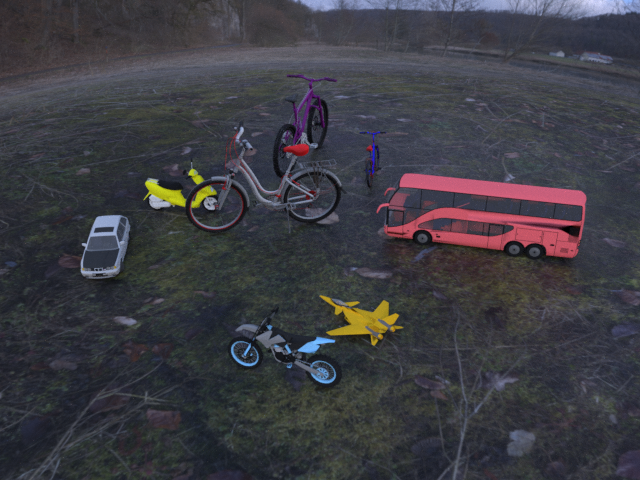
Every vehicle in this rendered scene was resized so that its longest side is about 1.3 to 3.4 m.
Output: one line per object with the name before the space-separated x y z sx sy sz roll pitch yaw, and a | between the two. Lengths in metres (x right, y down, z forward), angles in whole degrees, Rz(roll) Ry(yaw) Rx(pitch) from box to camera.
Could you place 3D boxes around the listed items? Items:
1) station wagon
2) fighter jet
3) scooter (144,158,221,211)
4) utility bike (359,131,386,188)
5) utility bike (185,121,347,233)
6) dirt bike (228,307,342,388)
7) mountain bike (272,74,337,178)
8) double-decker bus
station wagon | -3.426 0.057 11.196 0.682 0.473 1.597 -3 28 -6
fighter jet | 0.458 0.967 9.703 1.147 0.286 1.358 -24 36 -37
scooter | -2.497 -0.941 12.581 1.399 0.919 0.662 1 28 3
utility bike | 1.004 -1.656 13.881 0.535 0.946 1.435 6 29 11
utility bike | -0.860 -0.962 11.649 2.791 1.839 1.039 -7 29 -12
dirt bike | -0.446 1.321 8.443 1.493 0.857 0.527 9 30 17
mountain bike | -0.353 -2.421 14.519 1.114 1.688 2.857 10 30 18
double-decker bus | 2.593 -0.413 11.459 3.251 1.052 0.756 7 29 13
